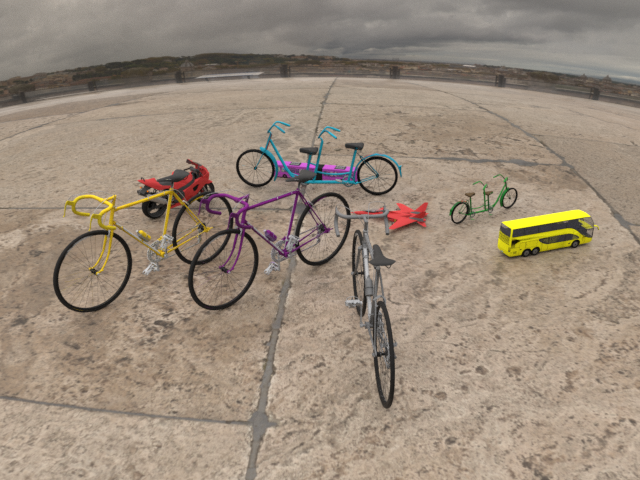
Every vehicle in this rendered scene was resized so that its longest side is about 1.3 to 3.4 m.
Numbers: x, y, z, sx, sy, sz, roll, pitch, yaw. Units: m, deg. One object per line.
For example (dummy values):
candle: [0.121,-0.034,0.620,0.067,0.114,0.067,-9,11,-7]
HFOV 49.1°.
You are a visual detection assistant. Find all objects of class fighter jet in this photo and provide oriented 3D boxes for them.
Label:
fighter jet: [1.204,-0.499,12.214,1.358,0.286,1.147,6,26,11]

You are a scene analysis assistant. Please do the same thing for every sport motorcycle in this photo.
sport motorcycle: [-2.525,-0.906,12.441,1.520,0.821,0.506,-22,33,-37]

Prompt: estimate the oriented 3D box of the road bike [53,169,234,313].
road bike: [-2.376,-0.098,9.815,0.697,1.656,3.004,22,33,38]

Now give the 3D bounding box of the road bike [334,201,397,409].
road bike: [0.604,0.618,8.338,0.697,1.656,3.004,-2,26,-5]

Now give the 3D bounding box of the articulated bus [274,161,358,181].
articulated bus: [-0.090,-1.362,13.993,1.749,0.289,0.311,6,27,12]

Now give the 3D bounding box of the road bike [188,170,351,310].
road bike: [-0.609,-0.102,9.824,3.004,1.656,0.697,-23,34,-39]

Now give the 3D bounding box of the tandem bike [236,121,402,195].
tandem bike: [-0.050,-1.528,13.147,3.192,1.326,0.550,4,26,9]

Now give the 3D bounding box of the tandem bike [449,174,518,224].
tandem bike: [2.889,-0.731,12.240,1.642,0.682,0.283,-16,30,-29]

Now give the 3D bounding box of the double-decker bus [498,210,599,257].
double-decker bus: [3.626,-0.115,11.129,1.672,0.541,0.389,-9,27,-18]
